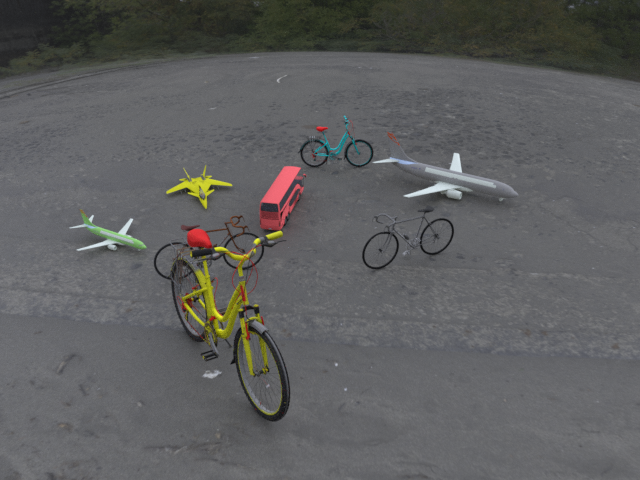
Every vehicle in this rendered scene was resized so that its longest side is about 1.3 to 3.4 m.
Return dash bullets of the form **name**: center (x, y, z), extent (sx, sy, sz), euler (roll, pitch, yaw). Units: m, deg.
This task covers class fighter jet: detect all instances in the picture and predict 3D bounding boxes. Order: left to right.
- **fighter jet**: center (-2.084, -0.911, 12.165), extent (1.147, 0.286, 1.358), euler (-8, 30, -14)

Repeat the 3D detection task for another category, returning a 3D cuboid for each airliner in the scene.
- **airliner**: center (-3.152, -0.142, 10.617), extent (1.307, 0.429, 1.161), euler (15, 32, 25)
- **airliner**: center (2.258, -1.274, 12.255), extent (2.541, 0.835, 2.257), euler (16, 33, 27)

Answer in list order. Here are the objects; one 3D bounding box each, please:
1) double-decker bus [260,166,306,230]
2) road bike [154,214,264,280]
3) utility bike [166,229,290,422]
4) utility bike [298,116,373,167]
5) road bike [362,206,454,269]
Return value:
- **double-decker bus**: center (-0.606, -0.726, 11.563), extent (0.389, 0.541, 1.672), euler (6, 29, 11)
- **road bike**: center (-1.534, 0.115, 9.710), extent (1.545, 0.852, 0.358), euler (-8, 30, -15)
- **utility bike**: center (-1.019, 0.645, 7.722), extent (1.039, 1.839, 2.791), euler (-18, 34, -30)
- **utility bike**: center (0.291, -1.842, 13.173), extent (1.435, 0.946, 0.535), euler (0, 29, 0)
- **road bike**: center (1.288, -0.061, 10.030), extent (1.545, 0.852, 0.358), euler (-13, 31, -22)
